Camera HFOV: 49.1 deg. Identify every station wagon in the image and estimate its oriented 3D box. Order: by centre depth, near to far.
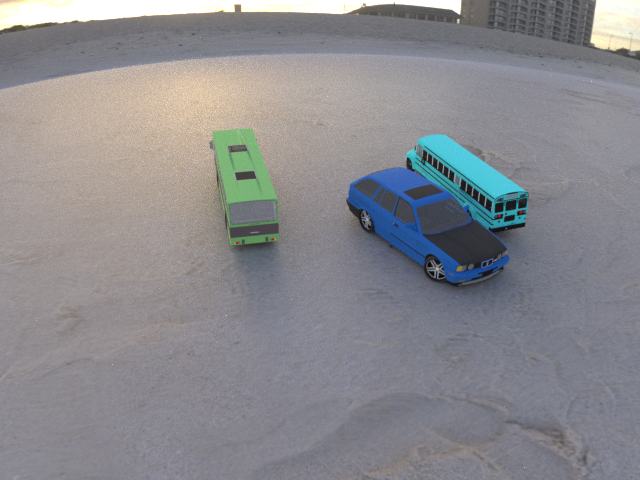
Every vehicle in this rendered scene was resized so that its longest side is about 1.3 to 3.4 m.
[{"bbox_3d":[1.685,-0.351,11.345,1.327,0.920,3.105,-16,33,-26],"label":"station wagon"}]

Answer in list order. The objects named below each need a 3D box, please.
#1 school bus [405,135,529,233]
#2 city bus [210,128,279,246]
[{"bbox_3d":[2.557,-1.156,12.843,0.709,0.844,3.322,-10,31,-17],"label":"school bus"},{"bbox_3d":[-1.379,-0.996,12.511,0.926,0.894,3.255,-6,30,-10],"label":"city bus"}]
